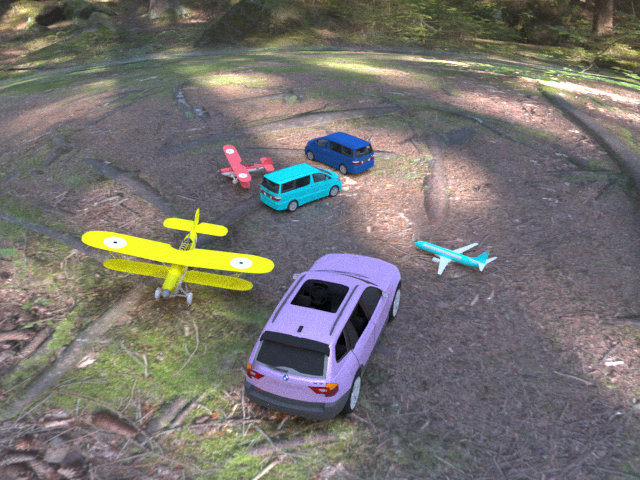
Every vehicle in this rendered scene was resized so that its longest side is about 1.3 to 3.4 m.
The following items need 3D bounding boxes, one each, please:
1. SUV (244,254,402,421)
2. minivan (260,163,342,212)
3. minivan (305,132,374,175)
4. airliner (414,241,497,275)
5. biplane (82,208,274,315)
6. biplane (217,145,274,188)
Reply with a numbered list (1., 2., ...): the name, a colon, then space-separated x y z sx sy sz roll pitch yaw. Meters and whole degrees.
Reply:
1. SUV: 0.135 0.929 8.615 1.276 1.128 3.058 10 31 17
2. minivan: -0.310 -1.008 12.516 1.548 0.616 0.681 -22 36 -33
3. minivan: 0.358 -1.790 13.883 0.681 0.616 1.548 -25 38 -36
4. airliner: 1.997 0.149 10.680 1.307 0.429 1.161 22 36 33
5. biplane: -1.908 0.244 9.960 2.598 0.981 2.120 2 30 3
6. biplane: -1.408 -1.347 13.220 1.090 0.504 1.336 -11 32 -18
